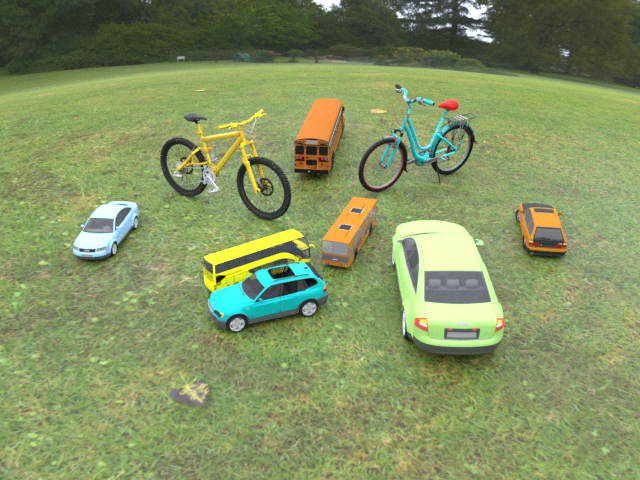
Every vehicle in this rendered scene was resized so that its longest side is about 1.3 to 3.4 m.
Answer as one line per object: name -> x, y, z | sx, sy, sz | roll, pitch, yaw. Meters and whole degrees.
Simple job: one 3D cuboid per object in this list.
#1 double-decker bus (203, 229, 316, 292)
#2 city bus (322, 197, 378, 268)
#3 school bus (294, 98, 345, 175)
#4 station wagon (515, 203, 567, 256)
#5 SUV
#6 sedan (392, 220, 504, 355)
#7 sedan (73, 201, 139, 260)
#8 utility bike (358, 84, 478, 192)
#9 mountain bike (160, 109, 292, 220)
double-decker bus -> -0.850, 0.289, 9.927 | 1.672, 0.541, 0.389 | -18, 32, -32
city bus -> 0.479, -0.125, 10.829 | 0.476, 0.460, 1.674 | 9, 28, 16
school bus -> 0.045, -2.229, 14.541 | 0.709, 0.844, 3.322 | 3, 27, 6
station wagon -> 3.515, -0.270, 11.099 | 0.682, 0.473, 1.597 | 4, 27, 8
SUV -> -0.675, 0.694, 9.088 | 1.572, 0.580, 0.656 | -10, 29, -19
sedan -> 1.622, 0.390, 9.288 | 1.235, 0.940, 3.137 | 0, 27, 1
sedan -> -3.346, -0.215, 10.981 | 0.635, 0.483, 1.613 | 3, 27, 6
utility bike -> 1.923, -1.855, 12.709 | 2.791, 1.839, 1.039 | -16, 31, -28
mountain bike -> -1.677, -1.334, 11.852 | 2.857, 1.688, 1.114 | 17, 31, 29
